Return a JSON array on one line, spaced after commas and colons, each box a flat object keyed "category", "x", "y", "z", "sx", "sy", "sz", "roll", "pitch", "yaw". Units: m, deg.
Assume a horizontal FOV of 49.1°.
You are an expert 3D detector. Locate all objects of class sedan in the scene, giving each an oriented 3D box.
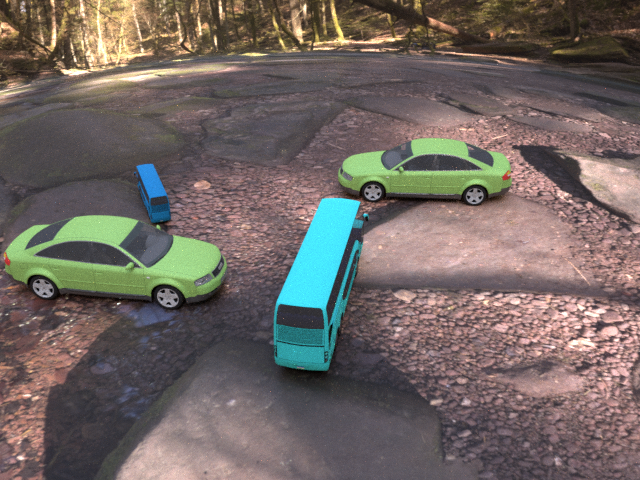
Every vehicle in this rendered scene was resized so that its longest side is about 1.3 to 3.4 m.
[{"category": "sedan", "x": 1.898, "y": -1.317, "z": 12.756, "sx": 3.137, "sy": 0.940, "sz": 1.235, "roll": 2, "pitch": 29, "yaw": 4}, {"category": "sedan", "x": -2.891, "y": 0.220, "z": 9.967, "sx": 3.137, "sy": 0.940, "sz": 1.235, "roll": 4, "pitch": 29, "yaw": 7}]

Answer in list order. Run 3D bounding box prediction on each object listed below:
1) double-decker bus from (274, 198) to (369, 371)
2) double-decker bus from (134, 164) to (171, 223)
[{"category": "double-decker bus", "x": 0.074, "y": 0.432, "z": 9.466, "sx": 0.756, "sy": 1.052, "sz": 3.251, "roll": 5, "pitch": 29, "yaw": 10}, {"category": "double-decker bus", "x": -2.958, "y": -0.856, "z": 12.332, "sx": 0.389, "sy": 0.541, "sz": 1.672, "roll": -11, "pitch": 31, "yaw": -18}]
